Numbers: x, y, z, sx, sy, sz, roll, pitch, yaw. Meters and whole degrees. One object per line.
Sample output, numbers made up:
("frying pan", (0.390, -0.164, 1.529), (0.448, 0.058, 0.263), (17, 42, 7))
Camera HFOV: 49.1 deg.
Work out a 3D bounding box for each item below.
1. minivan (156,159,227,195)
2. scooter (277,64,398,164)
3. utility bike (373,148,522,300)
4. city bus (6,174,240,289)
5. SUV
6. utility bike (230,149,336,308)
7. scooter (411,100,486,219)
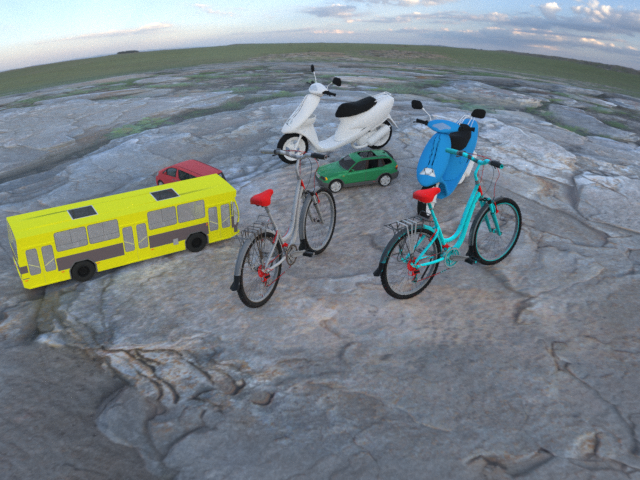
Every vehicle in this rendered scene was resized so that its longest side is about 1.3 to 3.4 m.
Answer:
("minivan", (-2.333, -1.092, 12.569), (1.548, 0.616, 0.681), (24, 36, 38))
("scooter", (0.379, -2.536, 14.049), (2.721, 1.786, 1.288), (-13, 30, -22))
("utility bike", (1.803, -0.280, 9.721), (2.791, 1.839, 1.039), (-18, 33, -30))
("city bus", (-2.854, -0.150, 10.486), (3.255, 0.894, 0.926), (-15, 31, -27))
("SUV", (0.686, -1.322, 13.041), (1.572, 0.580, 0.656), (-8, 29, -15))
("utility bike", (-0.529, -0.299, 9.757), (1.039, 1.839, 2.791), (14, 31, 25))
("scooter", (2.258, -1.583, 12.245), (1.288, 1.786, 2.721), (14, 31, 24))
